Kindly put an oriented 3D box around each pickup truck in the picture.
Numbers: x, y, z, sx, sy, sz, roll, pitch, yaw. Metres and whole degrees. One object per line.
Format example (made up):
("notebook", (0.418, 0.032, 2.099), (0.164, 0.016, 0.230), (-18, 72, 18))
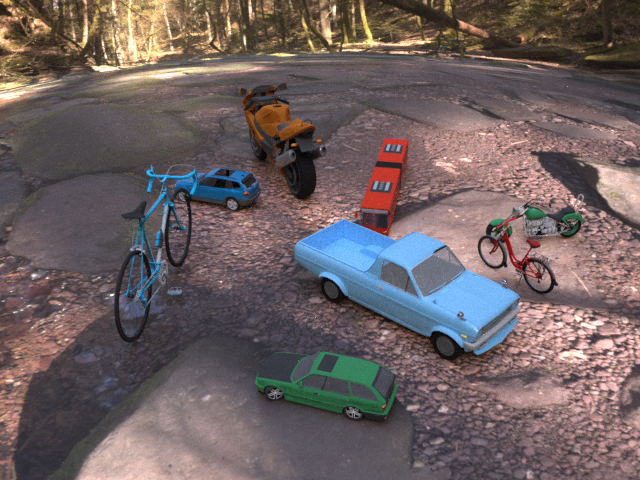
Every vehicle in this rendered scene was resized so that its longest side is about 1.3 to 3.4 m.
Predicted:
("pickup truck", (1.093, 0.464, 9.382), (3.117, 0.993, 1.244), (24, 37, 37))

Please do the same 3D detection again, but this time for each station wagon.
("station wagon", (0.057, 1.564, 7.906), (1.597, 0.473, 0.682), (9, 30, 17))

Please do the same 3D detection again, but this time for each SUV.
("SUV", (-1.836, -0.972, 12.449), (1.572, 0.580, 0.656), (10, 30, 18))

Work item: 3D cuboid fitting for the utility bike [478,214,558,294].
("utility bike", (2.770, 0.191, 9.933), (0.535, 0.946, 1.435), (-20, 34, -32))

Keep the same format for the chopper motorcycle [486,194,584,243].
("chopper motorcycle", (3.423, -0.339, 11.098), (1.563, 0.761, 0.466), (-3, 29, -6))

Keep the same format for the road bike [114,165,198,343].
("road bike", (-2.208, 0.046, 9.456), (0.696, 1.656, 3.004), (4, 29, 6))

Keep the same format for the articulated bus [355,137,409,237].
("articulated bus", (1.193, -1.045, 12.603), (0.605, 0.561, 3.401), (6, 29, 10))

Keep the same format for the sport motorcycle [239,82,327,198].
("sport motorcycle", (-0.765, -1.922, 13.130), (0.983, 1.596, 2.955), (-13, 31, -22))
